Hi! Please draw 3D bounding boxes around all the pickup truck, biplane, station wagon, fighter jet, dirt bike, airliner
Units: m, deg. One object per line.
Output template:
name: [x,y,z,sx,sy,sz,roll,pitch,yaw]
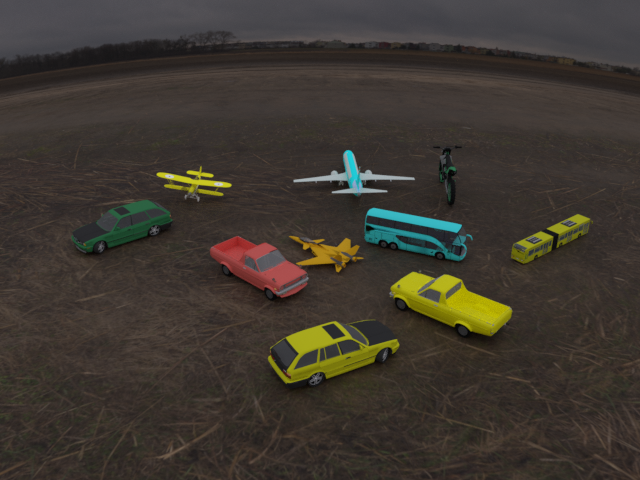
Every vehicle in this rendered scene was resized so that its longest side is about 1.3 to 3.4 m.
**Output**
pickup truck: [1.720,0.803,9.323,1.603,0.511,0.640,21,34,35]
biplane: [-2.261,-1.032,12.833,1.336,0.504,1.090,1,28,2]
station wagon: [0.192,1.281,8.451,1.597,0.473,0.682,-14,31,-25]
fighter jet: [-0.015,0.080,10.946,1.358,0.286,1.147,24,36,38]
dirt bike: [2.342,-1.269,12.905,0.527,0.857,1.493,0,28,0]
airliner: [0.625,-1.417,13.211,2.257,0.835,2.541,-1,28,-3]
station wagon: [-3.226,-0.255,11.384,1.597,0.473,0.682,-21,34,-34]
pickup truck: [-0.909,0.334,10.217,1.603,0.511,0.640,24,36,38]

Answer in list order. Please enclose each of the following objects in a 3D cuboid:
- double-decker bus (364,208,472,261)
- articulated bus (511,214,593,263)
double-decker bus: [1.520,-0.082,10.980,1.672,0.541,0.389,12,30,22]
articulated bus: [3.701,-0.029,11.151,1.749,0.289,0.311,-20,34,-34]
